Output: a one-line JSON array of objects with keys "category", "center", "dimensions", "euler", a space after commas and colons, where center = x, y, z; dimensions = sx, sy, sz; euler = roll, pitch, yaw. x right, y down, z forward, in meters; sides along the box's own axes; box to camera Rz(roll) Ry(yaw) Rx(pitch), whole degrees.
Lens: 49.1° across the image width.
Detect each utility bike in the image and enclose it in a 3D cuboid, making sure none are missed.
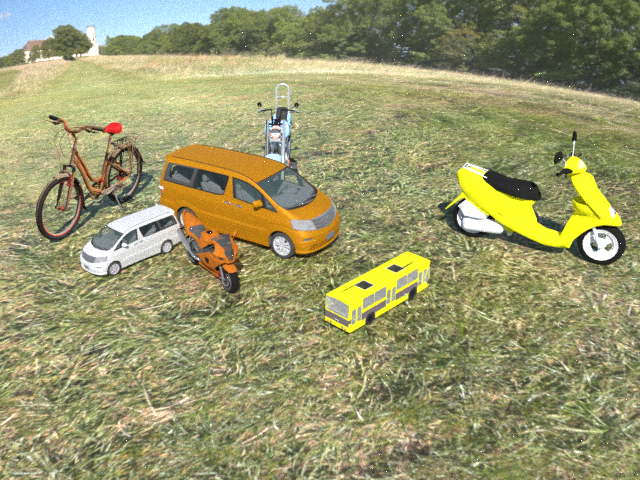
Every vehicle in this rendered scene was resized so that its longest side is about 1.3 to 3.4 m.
[{"category": "utility bike", "center": [-3.652, -1.189, 11.519], "dimensions": [1.039, 1.839, 2.791], "euler": [10, 28, 20]}]

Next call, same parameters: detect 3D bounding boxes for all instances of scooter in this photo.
[{"category": "scooter", "center": [3.247, -0.671, 10.511], "dimensions": [2.721, 1.786, 1.288], "euler": [14, 29, 26]}]

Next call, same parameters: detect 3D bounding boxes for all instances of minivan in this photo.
[{"category": "minivan", "center": [-1.134, -0.682, 11.210], "dimensions": [3.011, 1.197, 1.324], "euler": [14, 29, 27]}, {"category": "minivan", "center": [-2.837, -0.009, 10.489], "dimensions": [0.681, 0.616, 1.548], "euler": [21, 33, 37]}]

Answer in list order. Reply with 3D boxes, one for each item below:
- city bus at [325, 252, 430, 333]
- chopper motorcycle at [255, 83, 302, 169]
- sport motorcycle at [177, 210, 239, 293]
[{"category": "city bus", "center": [0.790, 0.681, 9.244], "dimensions": [0.476, 0.460, 1.674], "euler": [23, 34, 39]}, {"category": "chopper motorcycle", "center": [-0.815, -1.979, 13.558], "dimensions": [0.906, 1.480, 3.040], "euler": [1, 26, 1]}, {"category": "sport motorcycle", "center": [-1.564, 0.149, 9.926], "dimensions": [0.506, 0.821, 1.520], "euler": [-17, 31, -31]}]
